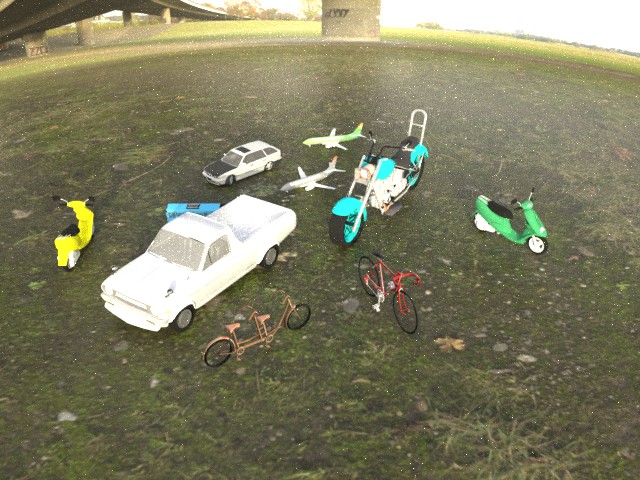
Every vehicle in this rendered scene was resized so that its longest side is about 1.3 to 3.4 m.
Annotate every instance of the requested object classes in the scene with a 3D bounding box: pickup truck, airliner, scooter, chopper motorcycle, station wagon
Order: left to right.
[{"bbox_3d":[-3.744,-0.187,10.712,0.662,0.919,1.399,1,30,2],"label":"scooter"},{"bbox_3d":[-1.638,0.150,10.063,1.244,0.993,3.117,18,35,28],"label":"pickup truck"},{"bbox_3d":[-1.490,-1.505,13.400,1.597,0.473,0.682,-26,39,-37],"label":"station wagon"},{"bbox_3d":[-0.188,-1.203,12.928,1.307,0.429,1.161,-20,36,-30],"label":"airliner"},{"bbox_3d":[0.282,-2.192,14.616,1.307,0.429,1.161,-6,31,-10],"label":"airliner"},{"bbox_3d":[1.034,-1.075,11.672,0.906,1.480,3.040,18,35,27],"label":"chopper motorcycle"},{"bbox_3d":[3.001,-0.372,11.027,1.399,0.919,0.662,26,39,37],"label":"scooter"}]

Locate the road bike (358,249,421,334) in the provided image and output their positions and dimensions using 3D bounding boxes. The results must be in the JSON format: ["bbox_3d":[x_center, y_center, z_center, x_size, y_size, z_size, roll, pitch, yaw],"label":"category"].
[{"bbox_3d":[0.900,0.614,9.411,0.358,0.852,1.545,-14,33,-23],"label":"road bike"}]

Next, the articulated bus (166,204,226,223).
[{"bbox_3d":[-1.705,-0.446,11.777,1.749,0.289,0.311,0,30,0],"label":"articulated bus"}]

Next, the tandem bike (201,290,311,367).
[{"bbox_3d":[-0.775,1.079,8.786,1.642,0.682,0.283,-21,36,-32],"label":"tandem bike"}]
